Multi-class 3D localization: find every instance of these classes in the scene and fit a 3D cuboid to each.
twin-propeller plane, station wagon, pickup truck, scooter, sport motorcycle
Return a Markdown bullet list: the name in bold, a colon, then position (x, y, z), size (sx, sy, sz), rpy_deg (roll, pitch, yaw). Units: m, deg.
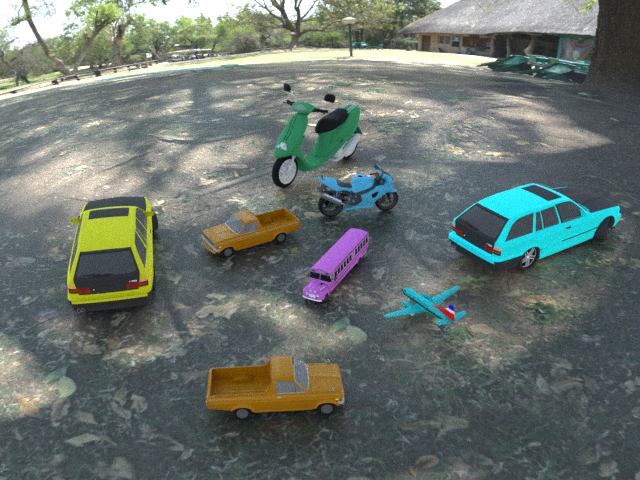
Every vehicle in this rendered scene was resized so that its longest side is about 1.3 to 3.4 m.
- **twin-propeller plane**: position (1.494, 0.864, 9.708), size (1.370, 0.407, 1.095), rpy_deg (-18, 33, -29)
- **station wagon**: position (3.613, -0.386, 11.483), size (3.105, 0.920, 1.327), rpy_deg (-17, 33, -28)
- **pickup truck**: position (-0.515, 1.669, 8.110), size (1.603, 0.511, 0.640), rpy_deg (-2, 28, -4)
- **scooter**: position (-0.021, -2.200, 13.929), size (1.288, 1.786, 2.721), rpy_deg (22, 35, 34)
- **pickup truck**: position (-1.134, -0.196, 11.561), size (1.603, 0.511, 0.640), rpy_deg (-16, 32, -27)
- **sport motorcycle**: position (0.676, -0.847, 12.440), size (1.520, 0.821, 0.506), rpy_deg (-6, 29, -12)
- **station wagon**: position (-3.201, -0.043, 10.848), size (1.327, 0.920, 3.105), rpy_deg (-6, 29, -11)

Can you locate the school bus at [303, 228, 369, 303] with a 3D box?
- **school bus**: position (0.254, 0.371, 10.592), size (0.365, 0.434, 1.708), rpy_deg (13, 31, 23)
